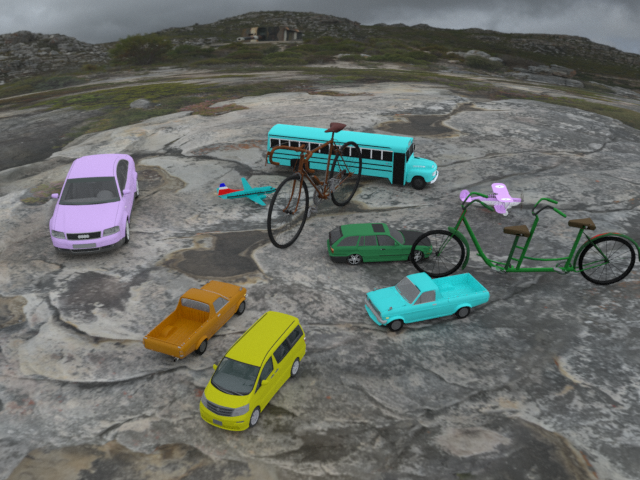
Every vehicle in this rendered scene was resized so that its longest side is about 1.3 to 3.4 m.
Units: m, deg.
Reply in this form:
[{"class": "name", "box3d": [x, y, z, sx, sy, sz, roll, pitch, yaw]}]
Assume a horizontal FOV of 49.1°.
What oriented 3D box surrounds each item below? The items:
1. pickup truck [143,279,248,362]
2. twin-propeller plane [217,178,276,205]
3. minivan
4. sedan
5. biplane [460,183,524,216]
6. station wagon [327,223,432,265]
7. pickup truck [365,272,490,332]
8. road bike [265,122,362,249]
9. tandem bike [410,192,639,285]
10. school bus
[{"class": "pickup truck", "box3d": [-1.531, 0.939, 8.811, 0.640, 0.511, 1.603, 11, 29, 21]}, {"class": "twin-propeller plane", "box3d": [-1.293, -0.893, 12.541, 1.095, 0.407, 1.370, -10, 29, -19]}, {"class": "minivan", "box3d": [-0.725, 1.417, 7.750, 0.681, 0.616, 1.548, 12, 29, 22]}, {"class": "sedan", "box3d": [-3.744, -0.769, 11.709, 1.235, 0.940, 3.137, -4, 27, -8]}, {"class": "biplane", "box3d": [2.953, -0.695, 12.043, 1.090, 0.504, 1.336, 3, 27, 6]}, {"class": "station wagon", "box3d": [0.913, 0.023, 10.660, 1.597, 0.473, 0.682, -2, 27, -4]}, {"class": "pickup truck", "box3d": [1.407, 0.736, 9.211, 1.603, 0.511, 0.640, -9, 28, -17]}, {"class": "road bike", "box3d": [-0.012, -1.009, 11.389, 0.696, 1.656, 3.004, 15, 30, 27]}, {"class": "tandem bike", "box3d": [2.879, 0.007, 9.748, 3.192, 1.326, 0.550, 2, 27, 4]}, {"class": "school bus", "box3d": [0.627, -1.640, 13.534, 3.322, 0.844, 0.709, 9, 28, 16]}]
